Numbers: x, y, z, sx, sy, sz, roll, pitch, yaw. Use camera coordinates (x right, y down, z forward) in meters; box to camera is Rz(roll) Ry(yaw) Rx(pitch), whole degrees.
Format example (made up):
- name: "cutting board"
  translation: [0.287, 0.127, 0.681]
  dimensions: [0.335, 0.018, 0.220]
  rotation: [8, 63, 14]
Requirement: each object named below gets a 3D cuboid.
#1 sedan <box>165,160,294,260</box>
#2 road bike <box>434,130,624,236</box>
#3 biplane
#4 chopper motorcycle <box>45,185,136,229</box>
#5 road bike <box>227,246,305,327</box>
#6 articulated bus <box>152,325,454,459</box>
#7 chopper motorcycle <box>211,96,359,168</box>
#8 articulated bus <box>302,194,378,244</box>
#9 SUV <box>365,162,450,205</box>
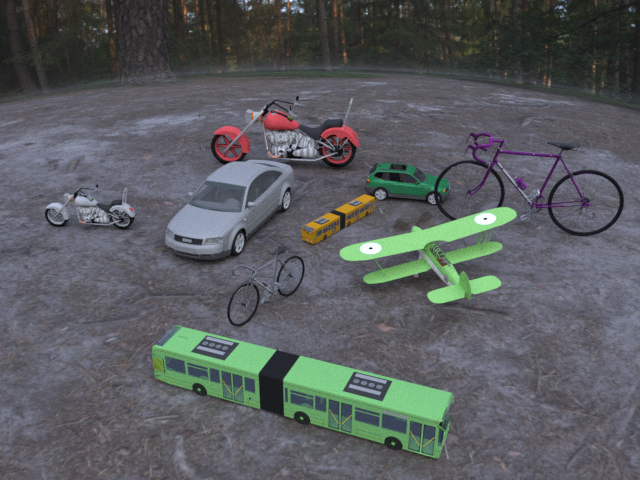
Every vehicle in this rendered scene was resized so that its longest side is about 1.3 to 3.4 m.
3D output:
- name: "sedan"
  translation: [-1.440, -0.670, 11.710]
  dimensions: [1.235, 0.940, 3.137]
  rotation: [10, 28, 19]
- name: "road bike"
  translation: [3.385, -0.907, 11.384]
  dimensions: [3.004, 1.656, 0.697]
  rotation: [6, 27, 12]
- name: "biplane"
  translation: [1.618, 0.292, 9.756]
  dimensions: [2.598, 0.981, 2.120]
  rotation: [-6, 27, -12]
- name: "chopper motorcycle"
  translation: [-3.856, -0.553, 11.676]
  dimensions: [1.563, 0.761, 0.466]
  rotation: [4, 27, 7]
- name: "road bike"
  translation: [-0.698, 0.559, 9.372]
  dimensions: [0.358, 0.852, 1.545]
  rotation: [19, 33, 33]
- name: "articulated bus"
  translation: [-0.256, 1.602, 7.626]
  dimensions: [3.401, 0.561, 0.605]
  rotation: [10, 29, 20]
- name: "chopper motorcycle"
  translation: [-0.721, -2.188, 14.117]
  dimensions: [3.040, 1.480, 0.906]
  rotation: [4, 27, 7]
- name: "articulated bus"
  translation: [0.349, -0.369, 11.835]
  dimensions: [0.311, 0.289, 1.749]
  rotation: [20, 33, 34]
- name: "SUV"
  translation: [1.616, -1.069, 12.899]
  dimensions: [1.572, 0.580, 0.656]
  rotation: [6, 27, 11]
